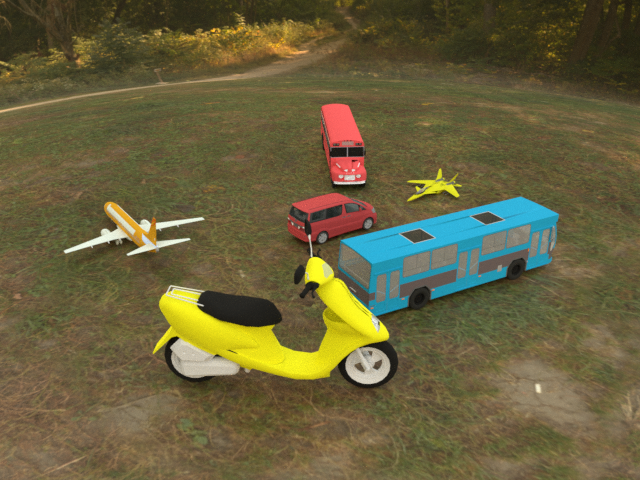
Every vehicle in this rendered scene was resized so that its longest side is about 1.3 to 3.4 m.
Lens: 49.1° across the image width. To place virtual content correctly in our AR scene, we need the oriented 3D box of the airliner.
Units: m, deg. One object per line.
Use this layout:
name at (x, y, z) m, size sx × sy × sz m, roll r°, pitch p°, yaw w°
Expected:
airliner at (-3.026, -0.359, 11.139) m, size 2.257 × 0.835 × 2.541 m, roll -16°, pitch 30°, yaw -30°

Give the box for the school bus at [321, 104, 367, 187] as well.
school bus at (0.454, -2.005, 14.565) m, size 0.709 × 0.844 × 3.322 m, roll -2°, pitch 26°, yaw -3°

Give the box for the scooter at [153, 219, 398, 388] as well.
scooter at (-0.492, 0.824, 7.569) m, size 2.721 × 1.786 × 1.288 m, roll 1°, pitch 26°, yaw 3°

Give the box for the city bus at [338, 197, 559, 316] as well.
city bus at (1.854, 0.215, 9.873) m, size 3.255 × 0.894 × 0.926 m, roll -13°, pitch 29°, yaw -26°

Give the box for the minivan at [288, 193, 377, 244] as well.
minivan at (0.230, -0.422, 11.524) m, size 1.548 × 0.616 × 0.681 m, roll -17°, pitch 31°, yaw -32°

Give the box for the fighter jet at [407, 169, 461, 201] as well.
fighter jet at (2.049, -0.997, 13.107) m, size 1.147 × 0.286 × 1.358 m, roll 22°, pitch 33°, yaw 38°
